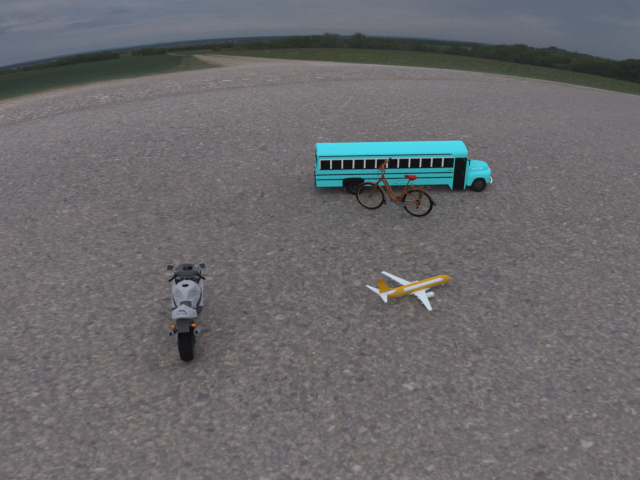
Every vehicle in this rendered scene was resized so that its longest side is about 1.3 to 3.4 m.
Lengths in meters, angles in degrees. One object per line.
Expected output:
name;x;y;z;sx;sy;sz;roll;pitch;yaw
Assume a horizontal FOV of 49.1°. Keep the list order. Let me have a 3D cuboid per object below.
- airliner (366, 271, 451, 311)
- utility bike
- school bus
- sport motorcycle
airliner;1.320;0.580;9.758;1.307;0.429;1.161;-14;31;-25
utility bike;1.280;-0.855;11.950;1.435;0.946;0.535;10;29;18
school bus;1.557;-1.379;13.063;3.322;0.844;0.709;-1;28;-3
sport motorcycle;-1.671;0.849;8.820;0.506;0.821;1.520;-3;28;-6
